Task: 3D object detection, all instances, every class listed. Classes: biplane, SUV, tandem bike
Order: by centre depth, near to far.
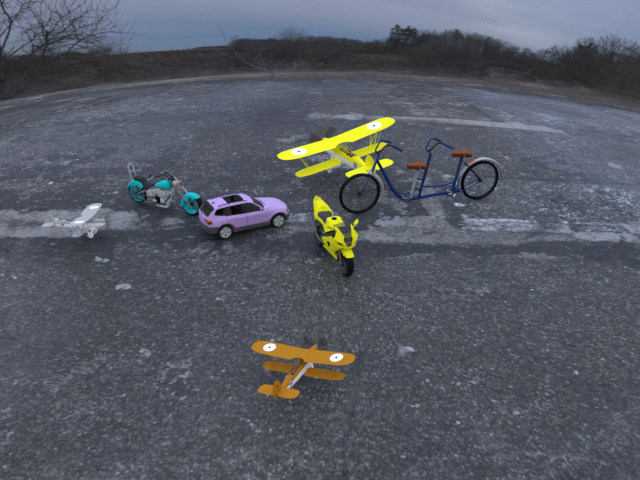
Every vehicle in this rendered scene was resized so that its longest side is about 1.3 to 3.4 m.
[{"bbox_3d":[-0.285,1.505,8.106,1.336,0.504,1.090,13,29,23],"label":"biplane"},{"bbox_3d":[-4.036,-0.298,11.661,1.090,0.504,1.336,-1,27,-2],"label":"biplane"},{"bbox_3d":[-1.300,-0.489,11.952,1.572,0.580,0.656,-13,30,-24],"label":"SUV"},{"bbox_3d":[1.866,-1.206,12.544,3.192,1.326,0.550,-7,28,-14],"label":"tandem bike"},{"bbox_3d":[0.499,-1.652,13.803,2.598,0.981,2.120,-14,30,-25],"label":"biplane"}]

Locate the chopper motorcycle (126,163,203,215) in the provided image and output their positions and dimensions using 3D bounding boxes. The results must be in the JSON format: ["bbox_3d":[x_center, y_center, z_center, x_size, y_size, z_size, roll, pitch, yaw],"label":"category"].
[{"bbox_3d":[-2.814,-0.915,12.593,1.563,0.761,0.466,11,29,21],"label":"chopper motorcycle"}]

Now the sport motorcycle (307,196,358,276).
[{"bbox_3d":[0.204,-0.072,10.865,0.506,0.821,1.520,-10,28,-18],"label":"sport motorcycle"}]
